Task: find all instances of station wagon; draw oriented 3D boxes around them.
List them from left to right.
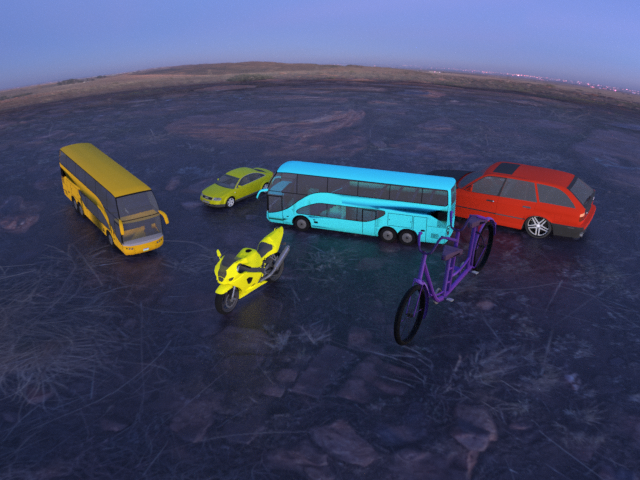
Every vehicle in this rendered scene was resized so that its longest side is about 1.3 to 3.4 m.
[{"bbox_3d":[3.125,-0.833,12.149,3.105,0.920,1.327,14,28,26],"label":"station wagon"}]

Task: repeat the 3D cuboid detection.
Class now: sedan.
[{"bbox_3d":[-1.538,-1.040,13.099,0.635,0.483,1.613,19,31,35],"label":"sedan"}]

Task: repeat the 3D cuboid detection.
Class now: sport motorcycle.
[{"bbox_3d":[-0.951,0.407,9.636,0.506,0.821,1.520,15,29,28],"label":"sport motorcycle"}]

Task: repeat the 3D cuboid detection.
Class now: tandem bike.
[{"bbox_3d":[1.774,0.252,9.375,0.550,1.326,3.192,16,30,30],"label":"tandem bike"}]

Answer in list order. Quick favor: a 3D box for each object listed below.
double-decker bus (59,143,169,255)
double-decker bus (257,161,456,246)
[{"bbox_3d":[-3.561,-0.729,11.775,0.756,1.052,3.251,-17,30,-31],"label":"double-decker bus"},{"bbox_3d":[0.595,-0.638,11.582,3.251,1.052,0.756,8,26,16],"label":"double-decker bus"}]
